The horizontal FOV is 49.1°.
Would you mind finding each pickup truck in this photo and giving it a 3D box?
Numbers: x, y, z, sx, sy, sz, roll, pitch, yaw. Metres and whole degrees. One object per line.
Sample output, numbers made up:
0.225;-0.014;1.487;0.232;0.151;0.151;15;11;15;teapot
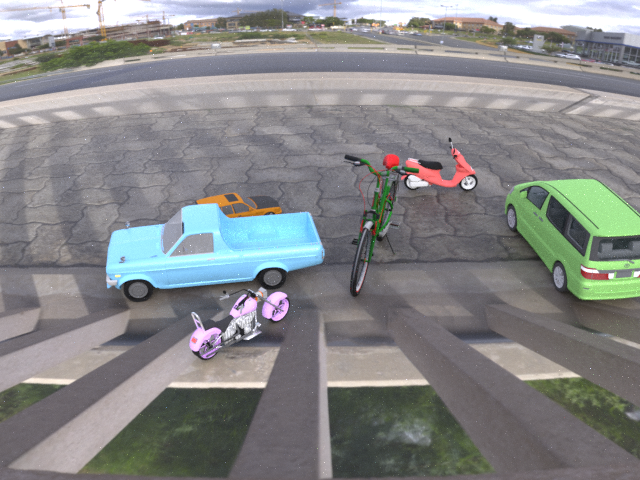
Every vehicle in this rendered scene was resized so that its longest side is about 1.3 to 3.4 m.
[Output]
-1.526;0.064;10.150;3.117;0.993;1.244;-5;30;-9;pickup truck

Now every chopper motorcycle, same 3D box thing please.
-0.985;0.942;8.826;0.466;0.761;1.563;25;38;37;chopper motorcycle

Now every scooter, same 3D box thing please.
2.187;-1.320;12.688;1.399;0.919;0.662;1;29;2;scooter

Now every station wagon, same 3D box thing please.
-1.435;-0.505;11.692;1.597;0.473;0.682;-13;32;-21;station wagon

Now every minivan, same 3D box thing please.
3.820;-0.258;10.516;1.324;1.197;3.011;-4;30;-7;minivan

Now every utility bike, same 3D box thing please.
0.932;-0.458;10.217;1.039;1.839;2.791;8;30;14;utility bike
